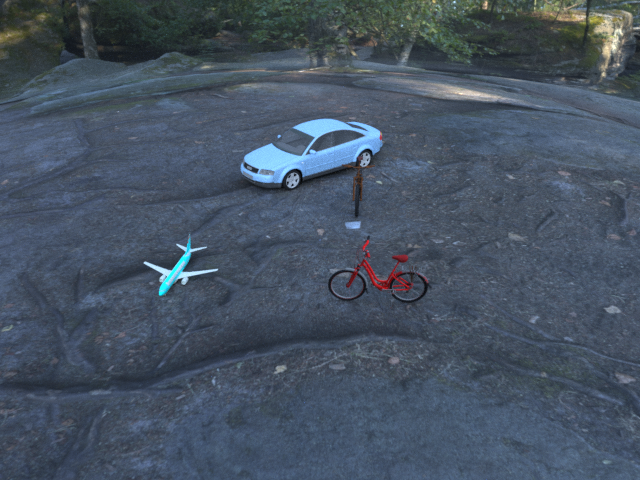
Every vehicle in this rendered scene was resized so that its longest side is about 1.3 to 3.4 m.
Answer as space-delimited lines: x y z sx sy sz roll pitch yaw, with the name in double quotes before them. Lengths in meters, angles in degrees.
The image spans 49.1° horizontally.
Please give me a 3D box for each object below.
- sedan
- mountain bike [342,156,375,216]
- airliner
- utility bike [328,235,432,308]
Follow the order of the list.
"sedan" -0.135 -1.829 14.005 3.137 0.940 1.235 -20 33 -33
"mountain bike" 0.689 -1.035 12.553 0.573 0.868 1.469 2 28 5
"airliner" -2.117 0.372 10.317 1.161 0.429 1.307 5 28 10
"utility bike" 0.825 0.481 9.547 1.435 0.946 0.535 1 27 3
